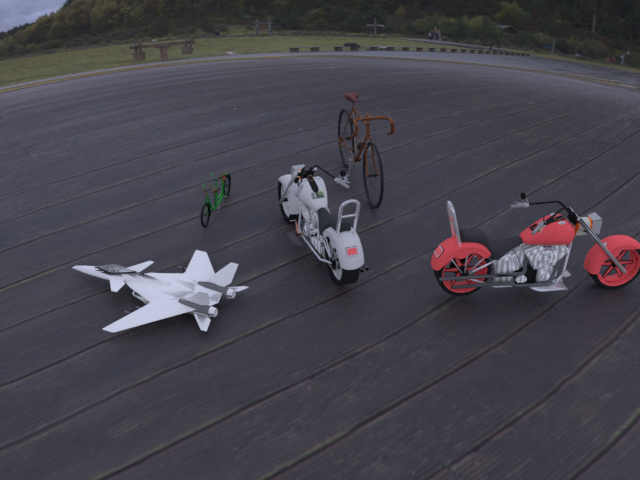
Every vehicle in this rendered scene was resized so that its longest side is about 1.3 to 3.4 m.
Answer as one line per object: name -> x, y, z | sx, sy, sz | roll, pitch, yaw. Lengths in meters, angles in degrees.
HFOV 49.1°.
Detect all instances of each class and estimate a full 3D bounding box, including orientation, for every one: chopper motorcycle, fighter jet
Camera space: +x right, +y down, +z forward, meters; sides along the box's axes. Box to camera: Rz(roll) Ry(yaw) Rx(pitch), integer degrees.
chopper motorcycle -> -0.074, -0.490, 10.620 | 0.906, 1.480, 3.040 | -10, 30, -18
chopper motorcycle -> 3.034, 0.073, 9.594 | 3.040, 1.480, 0.906 | -4, 29, -6
fighter jet -> -2.436, 0.502, 9.772 | 2.640, 0.557, 2.229 | 12, 31, 20

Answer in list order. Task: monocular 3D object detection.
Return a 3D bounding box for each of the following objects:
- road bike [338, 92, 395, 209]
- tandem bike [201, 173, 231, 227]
road bike -> 0.708, -1.766, 12.762 | 0.697, 1.656, 3.004 | -6, 29, -11
tandem bike -> -1.786, -0.823, 12.056 | 0.283, 0.682, 1.642 | 5, 29, 9
